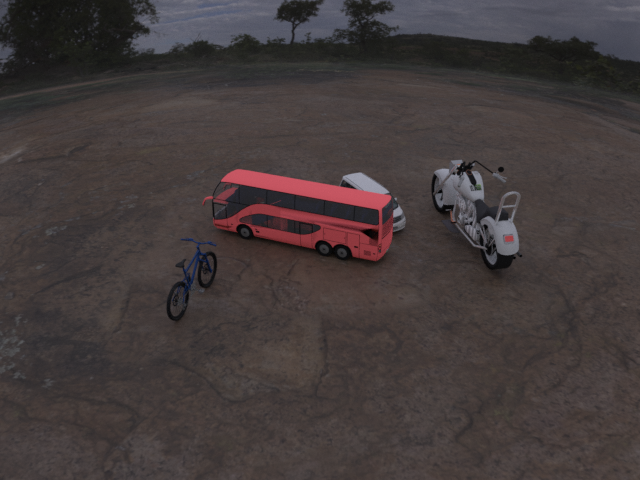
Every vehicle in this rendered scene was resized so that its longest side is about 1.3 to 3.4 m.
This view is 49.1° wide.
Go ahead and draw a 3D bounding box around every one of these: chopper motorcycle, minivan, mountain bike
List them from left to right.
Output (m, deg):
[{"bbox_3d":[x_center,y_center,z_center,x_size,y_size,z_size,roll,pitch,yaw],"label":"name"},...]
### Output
[{"bbox_3d":[-1.846,0.518,10.145,0.573,0.868,1.469,9,30,16],"label":"mountain bike"},{"bbox_3d":[0.929,-0.671,12.615,0.681,0.616,1.548,-14,32,-25],"label":"minivan"},{"bbox_3d":[2.534,-0.684,11.729,0.906,1.480,3.040,-6,29,-11],"label":"chopper motorcycle"}]

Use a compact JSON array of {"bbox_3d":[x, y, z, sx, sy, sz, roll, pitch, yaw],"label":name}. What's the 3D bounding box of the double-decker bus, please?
[{"bbox_3d":[-0.383,-0.452,11.749,3.251,1.052,0.756,12,30,21],"label":"double-decker bus"}]
